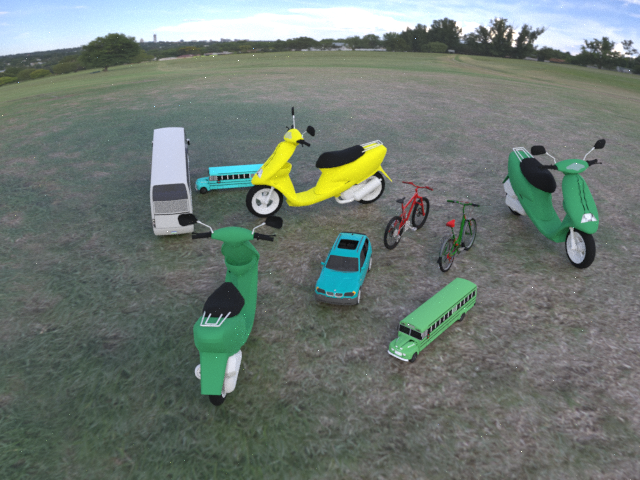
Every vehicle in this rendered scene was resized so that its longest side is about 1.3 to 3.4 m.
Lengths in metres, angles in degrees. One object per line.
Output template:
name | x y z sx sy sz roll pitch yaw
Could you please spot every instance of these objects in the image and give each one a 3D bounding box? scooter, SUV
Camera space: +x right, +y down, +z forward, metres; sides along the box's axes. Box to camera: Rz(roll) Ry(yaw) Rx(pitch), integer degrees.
scooter | -0.001 -1.345 12.348 2.721 1.786 1.288 -8 29 -15
SUV | 0.373 0.391 10.343 0.656 0.580 1.572 6 28 12
scooter | -1.103 0.634 8.584 1.288 1.786 2.721 2 28 3
scooter | 3.747 -0.845 11.398 1.288 1.786 2.721 -7 29 -13

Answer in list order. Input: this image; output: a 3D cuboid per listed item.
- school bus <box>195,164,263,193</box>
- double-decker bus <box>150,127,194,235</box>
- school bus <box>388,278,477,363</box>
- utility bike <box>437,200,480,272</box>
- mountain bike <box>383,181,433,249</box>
school bus | -1.554 -1.205 13.533 1.708 0.434 0.365 -5 28 -9
double-decker bus | -2.718 -1.176 12.816 0.756 1.052 3.251 -5 28 -10
school bus | 1.503 1.042 9.261 0.365 0.434 1.708 21 34 35
utility bike | 2.117 -0.117 10.915 0.535 0.946 1.435 17 32 29
mountain bike | 1.462 -0.425 11.586 0.573 0.868 1.469 18 33 31
